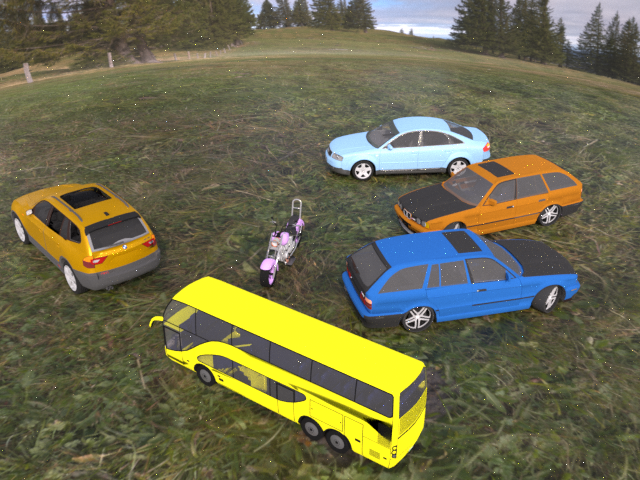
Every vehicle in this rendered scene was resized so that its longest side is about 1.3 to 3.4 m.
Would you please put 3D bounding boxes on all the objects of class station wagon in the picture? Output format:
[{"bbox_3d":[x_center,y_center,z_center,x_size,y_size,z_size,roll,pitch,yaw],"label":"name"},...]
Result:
[{"bbox_3d":[1.901,0.405,9.306,3.105,0.920,1.327,-6,29,-12],"label":"station wagon"},{"bbox_3d":[2.750,-0.733,11.410,3.105,0.920,1.327,-11,30,-20],"label":"station wagon"}]

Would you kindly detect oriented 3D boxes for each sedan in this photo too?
[{"bbox_3d":[1.671,-1.812,13.385,3.137,0.940,1.235,-2,28,-4],"label":"sedan"}]

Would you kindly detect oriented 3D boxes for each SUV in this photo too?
[{"bbox_3d":[-3.532,-0.265,10.326,1.276,1.128,3.058,-22,36,-35],"label":"SUV"}]

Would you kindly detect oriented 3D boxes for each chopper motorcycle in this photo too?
[{"bbox_3d":[-0.548,0.031,10.164,0.466,0.761,1.563,8,29,15],"label":"chopper motorcycle"}]

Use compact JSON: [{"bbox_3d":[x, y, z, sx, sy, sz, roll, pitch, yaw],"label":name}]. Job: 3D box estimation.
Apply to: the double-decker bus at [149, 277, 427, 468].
[{"bbox_3d":[-0.421,1.297,7.519,3.251,1.052,0.756,18,33,30],"label":"double-decker bus"}]
